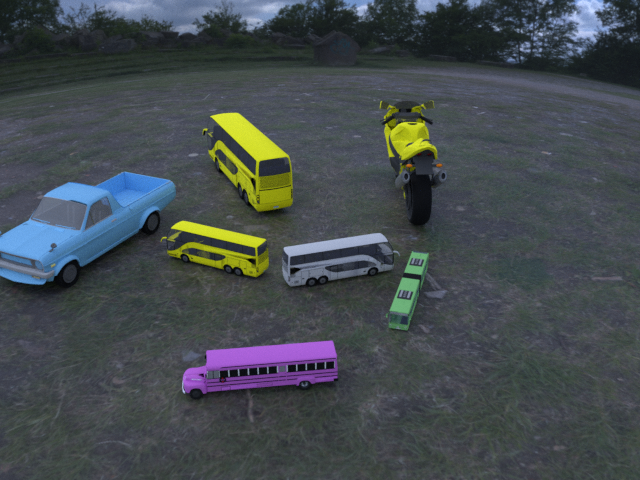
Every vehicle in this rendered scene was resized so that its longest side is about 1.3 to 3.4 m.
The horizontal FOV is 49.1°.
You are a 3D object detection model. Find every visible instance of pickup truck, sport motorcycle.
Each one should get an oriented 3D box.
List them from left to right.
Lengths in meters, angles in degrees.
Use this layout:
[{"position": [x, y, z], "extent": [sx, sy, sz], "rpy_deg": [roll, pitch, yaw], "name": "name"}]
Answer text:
[{"position": [-3.524, -0.348, 10.678], "extent": [1.244, 0.993, 3.117], "rpy_deg": [12, 29, 22], "name": "pickup truck"}, {"position": [1.581, -1.432, 12.180], "extent": [0.983, 1.596, 2.955], "rpy_deg": [-1, 26, -2], "name": "sport motorcycle"}]

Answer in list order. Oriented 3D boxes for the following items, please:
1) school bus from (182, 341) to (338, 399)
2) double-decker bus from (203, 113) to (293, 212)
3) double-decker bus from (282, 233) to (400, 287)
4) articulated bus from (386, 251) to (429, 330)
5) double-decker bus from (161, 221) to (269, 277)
[{"position": [-0.665, 1.423, 7.744], "extent": [1.708, 0.434, 0.365], "rpy_deg": [-4, 27, -7], "name": "school bus"}, {"position": [-1.384, -1.533, 12.994], "extent": [0.756, 1.052, 3.251], "rpy_deg": [-11, 28, -21], "name": "double-decker bus"}, {"position": [0.293, 0.273, 9.937], "extent": [1.672, 0.541, 0.389], "rpy_deg": [-9, 28, -17], "name": "double-decker bus"}, {"position": [1.215, 0.649, 9.464], "extent": [0.311, 0.289, 1.749], "rpy_deg": [7, 27, 15], "name": "articulated bus"}, {"position": [-1.539, 0.116, 10.251], "extent": [1.672, 0.541, 0.389], "rpy_deg": [12, 29, 23], "name": "double-decker bus"}]
